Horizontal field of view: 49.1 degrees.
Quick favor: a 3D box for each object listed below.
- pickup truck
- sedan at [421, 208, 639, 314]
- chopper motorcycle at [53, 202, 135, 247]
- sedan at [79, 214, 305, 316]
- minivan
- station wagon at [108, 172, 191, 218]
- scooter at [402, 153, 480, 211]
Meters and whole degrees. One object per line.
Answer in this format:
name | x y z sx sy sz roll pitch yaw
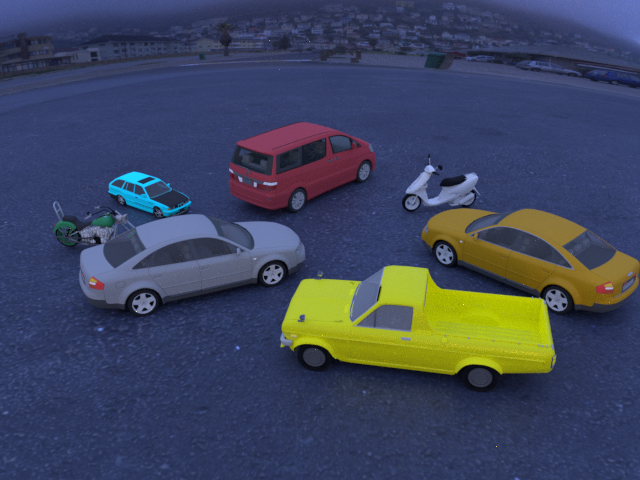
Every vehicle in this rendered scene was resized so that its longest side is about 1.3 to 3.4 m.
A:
pickup truck | 1.116 0.921 8.177 3.117 0.993 1.244 5 27 10
sedan | 2.866 0.083 9.897 1.235 0.940 3.137 -24 35 -39
chopper motorcycle | -3.302 -0.201 10.658 1.563 0.761 0.466 2 27 5
sedan | -1.717 0.179 9.706 3.137 0.940 1.235 -12 29 -22
minivan | -0.225 -1.470 12.690 1.324 1.197 3.011 22 34 37
station wagon | -2.975 -0.819 12.202 1.597 0.473 0.682 18 32 31
scooter | 2.090 -0.955 11.978 1.399 0.919 0.662 -5 27 -10
